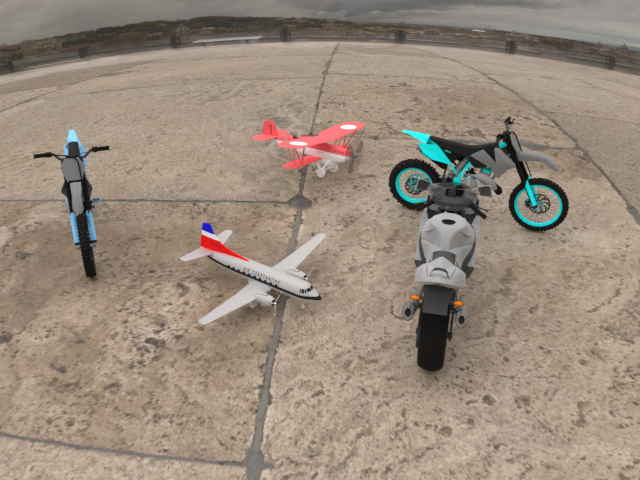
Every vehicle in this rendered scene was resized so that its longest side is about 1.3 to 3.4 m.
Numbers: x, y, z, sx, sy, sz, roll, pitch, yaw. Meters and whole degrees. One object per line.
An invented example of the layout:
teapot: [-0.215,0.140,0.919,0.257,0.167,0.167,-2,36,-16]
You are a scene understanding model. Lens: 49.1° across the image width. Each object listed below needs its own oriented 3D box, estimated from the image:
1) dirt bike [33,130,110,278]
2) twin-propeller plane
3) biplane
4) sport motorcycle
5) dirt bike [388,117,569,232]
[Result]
dirt bike: [-3.598,-0.713,10.533,1.024,1.666,2.903,-9,32,-16]
twin-propeller plane: [-0.854,0.361,9.572,2.129,0.792,2.663,19,36,29]
biplane: [-0.191,-1.769,13.002,2.120,0.981,2.598,18,35,27]
sport motorcycle: [1.568,0.314,8.858,0.983,1.596,2.955,7,31,12]
dirt bike: [2.507,-1.062,11.126,2.903,1.666,1.024,12,33,19]
